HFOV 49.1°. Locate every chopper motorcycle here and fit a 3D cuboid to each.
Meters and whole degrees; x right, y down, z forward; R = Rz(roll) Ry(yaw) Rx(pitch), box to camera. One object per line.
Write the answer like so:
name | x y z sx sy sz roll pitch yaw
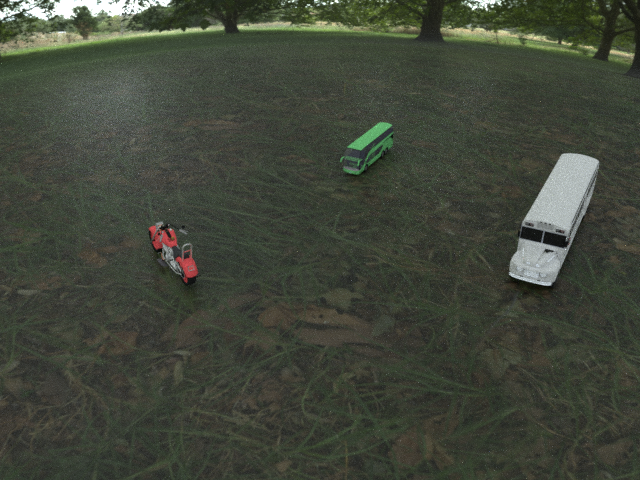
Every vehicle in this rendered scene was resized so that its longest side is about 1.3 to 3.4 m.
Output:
chopper motorcycle | -2.200 0.080 10.312 0.466 0.761 1.563 -18 35 -28

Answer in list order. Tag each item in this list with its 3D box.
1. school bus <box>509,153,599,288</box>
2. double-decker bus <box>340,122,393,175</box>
school bus | 3.727 -0.381 11.011 0.709 0.844 3.322 15 34 24
double-decker bus | 0.953 -1.784 13.690 0.389 0.541 1.672 16 34 25
